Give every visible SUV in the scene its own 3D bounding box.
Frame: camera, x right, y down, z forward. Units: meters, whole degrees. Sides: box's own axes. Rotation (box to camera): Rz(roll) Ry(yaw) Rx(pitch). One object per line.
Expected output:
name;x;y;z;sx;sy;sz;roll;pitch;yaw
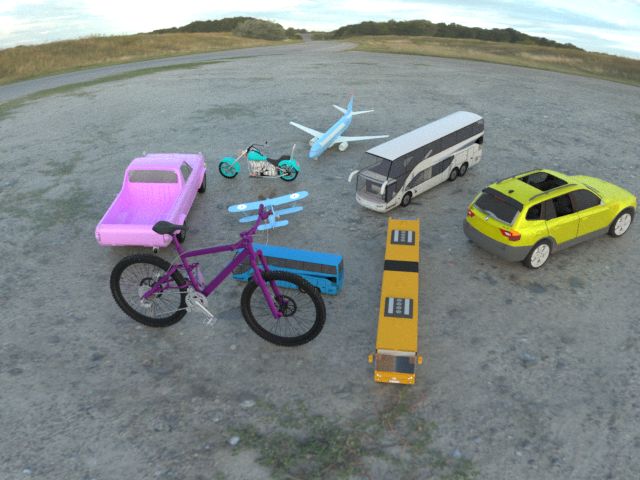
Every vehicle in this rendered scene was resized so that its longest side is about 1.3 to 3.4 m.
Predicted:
SUV;3.692;-0.522;11.041;3.058;1.128;1.276;-17;33;-27

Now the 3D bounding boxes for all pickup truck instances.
pickup truck;-2.724;-0.793;11.665;1.244;0.993;3.117;1;29;2

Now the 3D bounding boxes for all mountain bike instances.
mountain bike;-1.320;0.497;8.650;2.857;1.688;1.114;7;30;11

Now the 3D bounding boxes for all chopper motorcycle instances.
chopper motorcycle;-1.146;-1.478;13.123;1.563;0.761;0.466;5;30;9

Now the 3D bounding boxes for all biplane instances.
biplane;-0.833;-0.434;11.524;1.336;0.504;1.090;-4;30;-7

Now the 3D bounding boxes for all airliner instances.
airliner;0.288;-2.416;14.722;2.257;0.835;2.541;11;31;19

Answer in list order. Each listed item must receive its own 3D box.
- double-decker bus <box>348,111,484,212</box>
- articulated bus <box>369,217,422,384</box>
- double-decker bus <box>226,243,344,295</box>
double-decker bus;1.860;-1.452;12.780;0.756;1.052;3.251;25;38;37
articulated bus;1.079;0.668;9.497;0.605;0.561;3.401;4;29;7
double-decker bus;-0.495;0.401;9.996;1.672;0.541;0.389;8;30;14
